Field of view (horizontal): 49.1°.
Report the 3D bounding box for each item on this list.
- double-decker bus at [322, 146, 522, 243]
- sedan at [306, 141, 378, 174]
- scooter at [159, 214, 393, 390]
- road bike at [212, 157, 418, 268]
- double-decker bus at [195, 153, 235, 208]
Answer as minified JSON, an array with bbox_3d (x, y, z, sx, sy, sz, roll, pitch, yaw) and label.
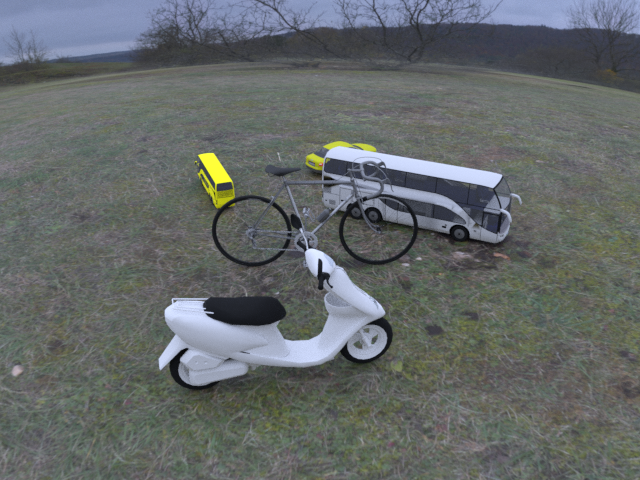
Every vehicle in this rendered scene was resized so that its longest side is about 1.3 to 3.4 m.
[{"bbox_3d":[1.592,-0.751,11.485,3.251,1.052,0.756,13,31,23],"label":"double-decker bus"},{"bbox_3d":[0.453,-1.691,13.867,1.613,0.483,0.635,-20,34,-33],"label":"sedan"},{"bbox_3d":[-0.453,0.793,7.785,2.721,1.786,1.288,-7,29,-13],"label":"scooter"},{"bbox_3d":[-0.068,-0.352,10.086,3.004,1.656,0.696,-1,28,-1],"label":"road bike"},{"bbox_3d":[-1.914,-1.107,12.704,0.389,0.541,1.672,-10,29,-18],"label":"double-decker bus"}]
